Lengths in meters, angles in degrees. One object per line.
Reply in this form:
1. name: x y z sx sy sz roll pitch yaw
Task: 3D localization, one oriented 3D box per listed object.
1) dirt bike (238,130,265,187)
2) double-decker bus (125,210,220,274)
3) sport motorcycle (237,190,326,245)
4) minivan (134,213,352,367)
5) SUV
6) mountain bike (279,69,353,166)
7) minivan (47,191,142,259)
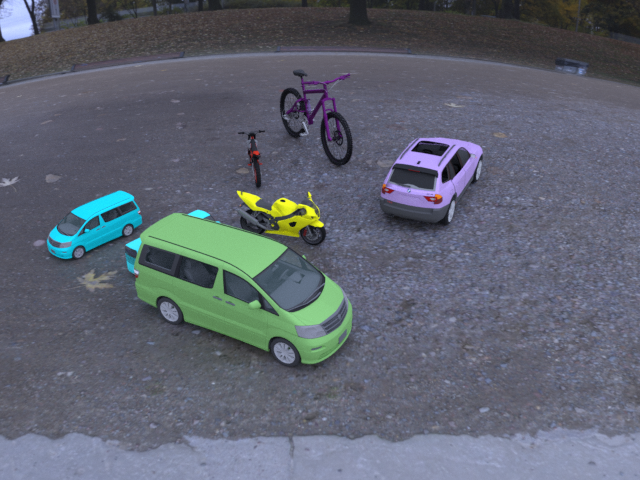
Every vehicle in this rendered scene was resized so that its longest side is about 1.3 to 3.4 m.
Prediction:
1. dirt bike: -1.288 -1.647 13.566 0.527 0.857 1.493 -6 30 -10
2. double-decker bus: -2.282 0.021 10.980 0.389 0.541 1.672 22 36 33
3. sport motorcycle: -0.629 -0.369 11.379 1.520 0.821 0.506 9 31 16
4. minivan: -1.029 0.592 9.330 3.011 1.197 1.324 15 33 25
5. SUV: 2.080 -1.295 12.681 1.276 1.128 3.058 13 32 22
6. mountain bike: -0.137 -2.660 14.495 1.114 1.688 2.857 -17 34 -26
7. minivan: -3.680 -0.255 11.387 0.681 0.616 1.548 23 37 34
